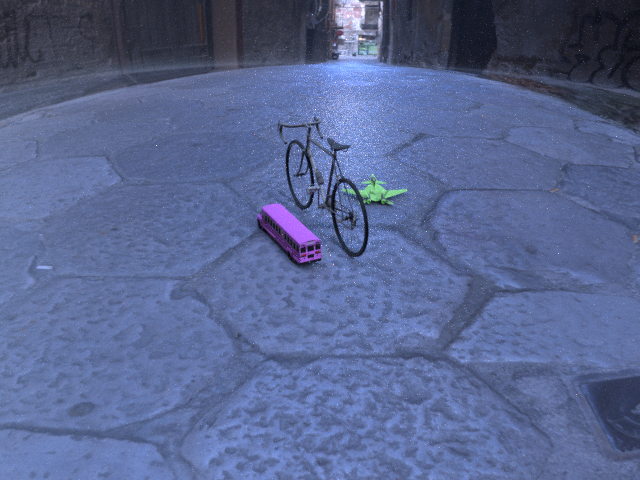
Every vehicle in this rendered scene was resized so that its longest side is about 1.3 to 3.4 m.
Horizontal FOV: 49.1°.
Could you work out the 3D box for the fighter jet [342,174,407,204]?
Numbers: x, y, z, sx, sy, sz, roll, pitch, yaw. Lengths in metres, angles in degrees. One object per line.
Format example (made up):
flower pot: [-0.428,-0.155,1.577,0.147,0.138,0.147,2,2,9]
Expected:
fighter jet: [0.964,-0.994,12.405,1.147,0.286,1.358,0,27,1]

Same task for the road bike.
road bike: [0.039,-0.923,10.751,0.696,1.656,3.004,-12,29,-22]

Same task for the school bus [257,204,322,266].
school bus: [-0.506,-0.135,10.549,0.365,0.434,1.708,-13,30,-23]
